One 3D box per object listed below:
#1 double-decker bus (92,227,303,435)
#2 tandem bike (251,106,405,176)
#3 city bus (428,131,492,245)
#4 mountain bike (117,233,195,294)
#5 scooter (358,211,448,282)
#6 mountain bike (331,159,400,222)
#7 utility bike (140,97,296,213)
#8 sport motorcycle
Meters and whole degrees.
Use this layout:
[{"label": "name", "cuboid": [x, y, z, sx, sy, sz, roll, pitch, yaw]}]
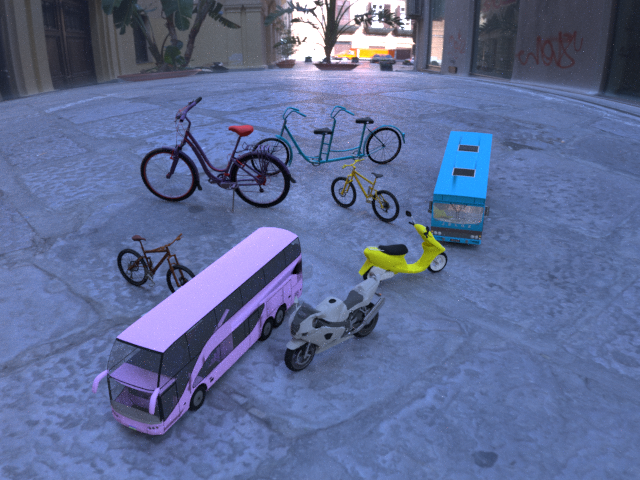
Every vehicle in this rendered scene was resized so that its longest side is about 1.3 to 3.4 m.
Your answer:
[{"label": "double-decker bus", "cuboid": [-1.211, 0.940, 8.104, 0.756, 1.052, 3.251, 12, 29, 23]}, {"label": "tandem bike", "cuboid": [0.198, -1.995, 13.690, 3.192, 1.326, 0.550, -8, 27, -15]}, {"label": "city bus", "cuboid": [2.483, -0.958, 12.092, 0.926, 0.894, 3.255, 6, 27, 13]}, {"label": "mountain bike", "cuboid": [-2.224, 0.348, 9.498, 1.469, 0.868, 0.573, 15, 30, 27]}, {"label": "scooter", "cuboid": [1.204, 0.143, 9.854, 1.399, 0.919, 0.662, -10, 28, -19]}, {"label": "mountain bike", "cuboid": [0.753, -0.839, 11.882, 1.469, 0.868, 0.573, 22, 34, 37]}, {"label": "utility bike", "cuboid": [-1.798, -1.381, 11.882, 2.791, 1.839, 1.039, 4, 27, 8]}, {"label": "sport motorcycle", "cuboid": [0.170, 0.972, 8.299, 1.520, 0.821, 0.506, -22, 34, -37]}]
